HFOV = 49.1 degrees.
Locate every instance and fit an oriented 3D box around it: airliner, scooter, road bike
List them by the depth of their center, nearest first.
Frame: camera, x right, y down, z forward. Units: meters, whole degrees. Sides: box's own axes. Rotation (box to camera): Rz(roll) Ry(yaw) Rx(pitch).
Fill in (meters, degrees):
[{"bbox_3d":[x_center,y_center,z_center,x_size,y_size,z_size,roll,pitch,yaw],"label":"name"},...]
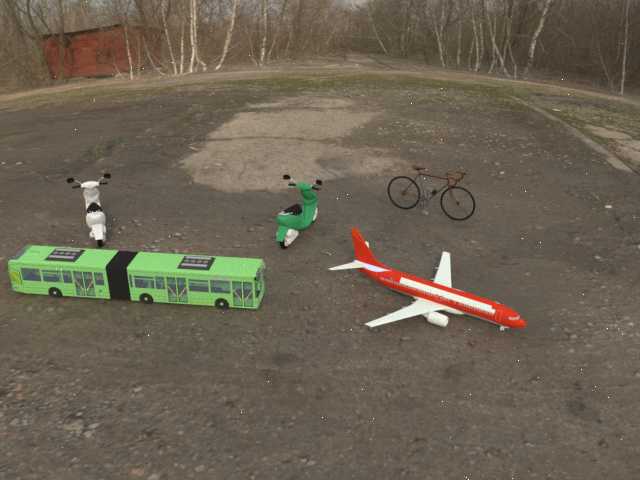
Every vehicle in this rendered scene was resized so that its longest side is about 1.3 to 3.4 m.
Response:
[{"bbox_3d":[1.435,0.505,8.981,2.541,0.835,2.257,16,31,30],"label":"airliner"},{"bbox_3d":[-0.331,-0.489,10.873,0.662,0.919,1.399,11,29,21],"label":"scooter"},{"bbox_3d":[-3.533,-0.517,10.930,0.662,0.919,1.399,-9,28,-18],"label":"scooter"},{"bbox_3d":[1.835,-0.812,11.595,1.545,0.852,0.358,14,30,26],"label":"road bike"}]

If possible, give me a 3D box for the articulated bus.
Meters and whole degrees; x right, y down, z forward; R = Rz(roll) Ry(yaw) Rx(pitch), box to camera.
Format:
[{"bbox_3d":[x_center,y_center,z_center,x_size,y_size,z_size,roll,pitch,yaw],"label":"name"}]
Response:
[{"bbox_3d":[-2.412,0.486,9.324,3.401,0.561,0.605,3,27,6],"label":"articulated bus"}]
